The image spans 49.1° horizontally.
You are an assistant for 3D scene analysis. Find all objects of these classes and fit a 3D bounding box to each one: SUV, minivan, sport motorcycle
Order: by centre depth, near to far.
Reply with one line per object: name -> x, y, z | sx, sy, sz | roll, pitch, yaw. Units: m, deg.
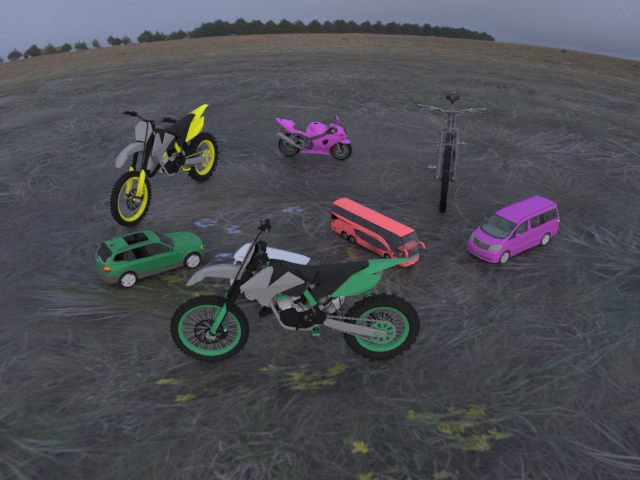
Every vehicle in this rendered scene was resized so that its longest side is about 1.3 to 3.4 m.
minivan -> -0.429, 0.518, 9.395 | 1.548, 0.616, 0.681 | 12, 31, 20
SUV -> -2.434, 0.171, 10.059 | 1.572, 0.580, 0.656 | -17, 33, -28
minivan -> 2.950, -0.170, 10.639 | 1.548, 0.616, 0.681 | -19, 34, -31
sport motorcycle -> -0.116, -1.998, 13.735 | 1.520, 0.821, 0.506 | 6, 29, 10

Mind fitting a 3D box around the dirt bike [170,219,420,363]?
dirt bike -> -0.282, 0.709, 7.962 | 2.903, 1.666, 1.024 | -1, 29, -1

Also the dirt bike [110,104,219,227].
dirt bike -> -2.566, -1.407, 11.791 | 1.024, 1.666, 2.903 | 13, 32, 22

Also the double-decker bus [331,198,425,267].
double-decker bus -> 0.833, -0.116, 10.619 | 0.389, 0.541, 1.672 | -23, 36, -35

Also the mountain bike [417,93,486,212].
mountain bike -> 2.250, -1.686, 12.274 | 1.114, 1.688, 2.857 | 5, 29, 10
